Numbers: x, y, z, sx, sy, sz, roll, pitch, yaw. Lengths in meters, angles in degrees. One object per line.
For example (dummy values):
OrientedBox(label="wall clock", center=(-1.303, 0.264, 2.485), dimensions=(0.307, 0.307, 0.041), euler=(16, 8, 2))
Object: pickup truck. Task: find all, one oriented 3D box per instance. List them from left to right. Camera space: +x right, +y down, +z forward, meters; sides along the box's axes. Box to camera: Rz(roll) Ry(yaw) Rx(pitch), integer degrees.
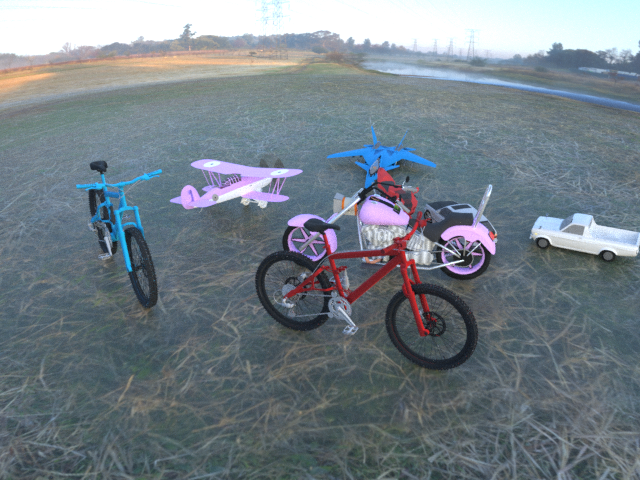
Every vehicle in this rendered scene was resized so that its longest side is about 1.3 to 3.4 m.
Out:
OrientedBox(label="pickup truck", center=(4.097, -0.092, 10.813), dimensions=(1.603, 0.511, 0.640), euler=(12, 28, 24))

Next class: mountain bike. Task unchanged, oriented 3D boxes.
OrientedBox(label="mountain bike", center=(-2.832, -0.236, 9.760), dimensions=(1.114, 1.688, 2.857), euler=(-15, 29, -28))
OrientedBox(label="mountain bike", center=(0.460, 0.544, 8.149), dimensions=(2.857, 1.688, 1.114), euler=(13, 29, 24))

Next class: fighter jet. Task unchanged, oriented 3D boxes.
OrientedBox(label="fighter jet", center=(1.178, -1.629, 13.934), dimensions=(2.229, 0.557, 2.640), euler=(7, 27, 13))

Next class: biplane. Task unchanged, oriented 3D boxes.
OrientedBox(label="biplane", center=(-1.525, -0.886, 11.913), dimensions=(2.598, 0.981, 2.120), euler=(21, 33, 37))

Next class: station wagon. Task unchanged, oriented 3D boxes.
OrientedBox(label="station wagon", center=(2.252, -0.337, 11.362), dimensions=(0.682, 0.473, 1.597), euler=(-8, 27, -15))

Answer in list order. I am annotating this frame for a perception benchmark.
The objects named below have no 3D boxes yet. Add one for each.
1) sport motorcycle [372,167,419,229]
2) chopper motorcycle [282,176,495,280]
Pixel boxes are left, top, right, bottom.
OrientedBox(label="sport motorcycle", center=(1.225, -0.606, 11.518), dimensions=(0.506, 0.821, 1.520), euler=(-6, 27, -13))
OrientedBox(label="chopper motorcycle", center=(0.950, -0.197, 9.919), dimensions=(3.040, 1.480, 0.906), euler=(6, 26, 12))
